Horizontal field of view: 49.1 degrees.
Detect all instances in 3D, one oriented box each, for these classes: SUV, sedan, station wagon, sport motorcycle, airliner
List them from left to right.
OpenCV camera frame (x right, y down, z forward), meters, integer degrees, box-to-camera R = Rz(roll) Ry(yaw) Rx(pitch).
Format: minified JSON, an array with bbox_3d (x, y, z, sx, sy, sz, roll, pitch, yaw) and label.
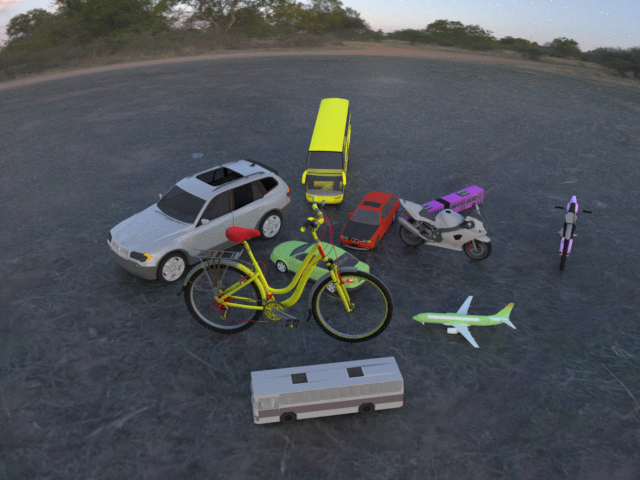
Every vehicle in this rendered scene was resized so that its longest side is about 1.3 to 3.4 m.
[{"bbox_3d":[-1.828,-0.404,10.956,3.058,1.128,1.276,-25,38,-38],"label":"SUV"},{"bbox_3d":[-0.025,0.305,10.341,1.613,0.483,0.635,20,35,32],"label":"sedan"},{"bbox_3d":[0.833,-0.370,11.568,0.682,0.473,1.597,11,31,19],"label":"station wagon"},{"bbox_3d":[1.929,-0.170,10.850,1.520,0.821,0.506,13,32,23],"label":"sport motorcycle"},{"bbox_3d":[1.882,0.967,9.201,1.307,0.429,1.161,3,29,6],"label":"airliner"}]

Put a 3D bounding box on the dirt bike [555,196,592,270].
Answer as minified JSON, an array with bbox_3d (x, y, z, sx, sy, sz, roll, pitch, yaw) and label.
[{"bbox_3d":[3.852,-0.172,10.817,0.527,0.857,1.493,11,31,18],"label":"dirt bike"}]

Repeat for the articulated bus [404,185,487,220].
[{"bbox_3d":[2.177,-0.580,12.138,1.749,0.289,0.311,-20,35,-32],"label":"articulated bus"}]

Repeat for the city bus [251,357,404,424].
[{"bbox_3d":[0.074,1.696,7.854,1.674,0.460,0.476,-5,29,-8],"label":"city bus"}]

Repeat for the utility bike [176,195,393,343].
[{"bbox_3d":[-0.456,0.392,8.785,2.791,1.839,1.039,3,29,6],"label":"utility bike"}]

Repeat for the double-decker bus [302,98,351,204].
[{"bbox_3d":[0.196,-1.743,13.451,0.756,1.052,3.251,2,29,4],"label":"double-decker bus"}]
